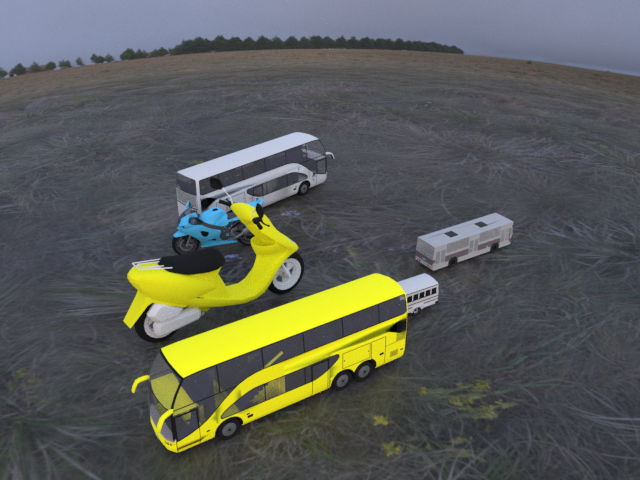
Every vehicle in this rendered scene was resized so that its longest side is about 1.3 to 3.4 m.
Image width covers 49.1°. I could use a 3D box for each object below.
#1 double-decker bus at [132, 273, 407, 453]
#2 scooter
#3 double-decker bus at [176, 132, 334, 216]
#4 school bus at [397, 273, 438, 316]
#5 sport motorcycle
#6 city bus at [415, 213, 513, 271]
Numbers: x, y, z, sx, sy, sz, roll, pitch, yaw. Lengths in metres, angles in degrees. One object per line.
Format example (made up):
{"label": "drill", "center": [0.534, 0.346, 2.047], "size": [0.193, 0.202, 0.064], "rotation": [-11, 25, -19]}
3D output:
{"label": "double-decker bus", "center": [-0.435, 1.337, 7.931], "size": [3.251, 1.052, 0.756], "rotation": [-17, 32, -29]}
{"label": "scooter", "center": [-1.325, 0.253, 9.215], "size": [2.721, 1.786, 1.288], "rotation": [-19, 33, -32]}
{"label": "double-decker bus", "center": [-1.110, -1.133, 12.664], "size": [0.756, 1.052, 3.251], "rotation": [24, 36, 38]}
{"label": "school bus", "center": [0.829, 0.897, 9.442], "size": [1.708, 0.434, 0.365], "rotation": [-16, 31, -27]}
{"label": "sport motorcycle", "center": [-1.616, -0.211, 11.148], "size": [1.520, 0.821, 0.506], "rotation": [-10, 29, -18]}
{"label": "city bus", "center": [2.297, 0.033, 11.069], "size": [1.674, 0.460, 0.476], "rotation": [-16, 32, -28]}
